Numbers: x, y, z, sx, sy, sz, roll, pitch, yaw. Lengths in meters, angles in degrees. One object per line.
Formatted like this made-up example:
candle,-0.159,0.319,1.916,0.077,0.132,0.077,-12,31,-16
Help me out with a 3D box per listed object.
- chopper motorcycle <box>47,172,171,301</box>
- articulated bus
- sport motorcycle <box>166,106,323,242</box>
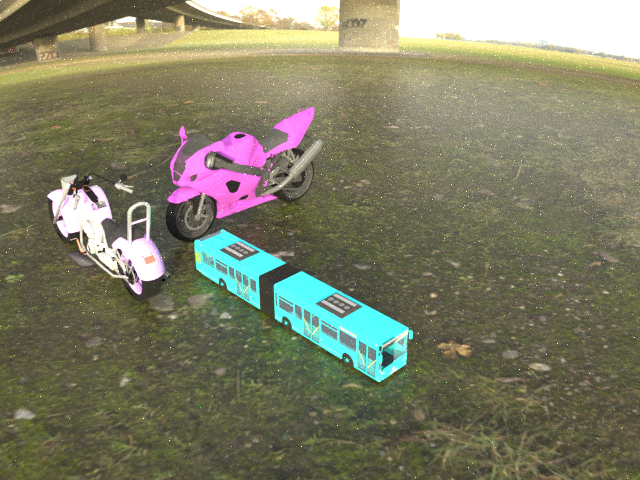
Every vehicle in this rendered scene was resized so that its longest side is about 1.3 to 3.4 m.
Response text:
chopper motorcycle,-3.004,-0.266,9.449,0.906,1.480,3.040,-22,35,-35
articulated bus,-0.353,0.700,8.603,0.605,0.561,3.401,-25,37,-38
sport motorcycle,-1.158,-1.062,10.831,0.983,1.596,2.955,25,37,39
